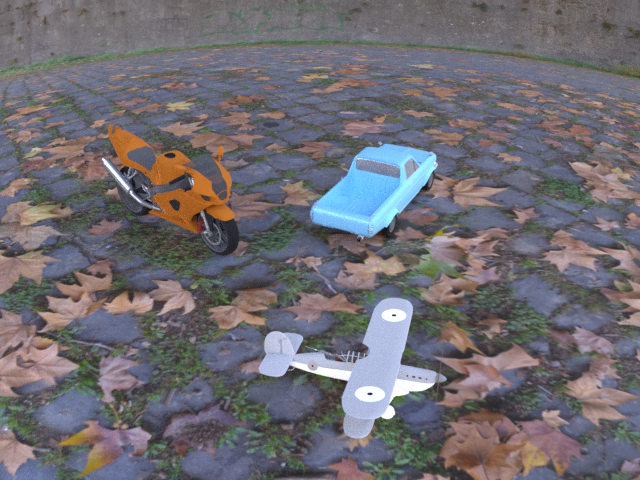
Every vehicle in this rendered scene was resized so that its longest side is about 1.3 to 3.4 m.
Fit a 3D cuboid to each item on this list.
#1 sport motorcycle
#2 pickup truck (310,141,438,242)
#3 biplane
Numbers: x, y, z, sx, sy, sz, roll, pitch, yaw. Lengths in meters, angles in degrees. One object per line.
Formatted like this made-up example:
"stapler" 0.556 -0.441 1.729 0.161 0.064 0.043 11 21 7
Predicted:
"sport motorcycle" -2.384 -0.832 11.234 2.955 1.596 0.983 24 38 34
"pickup truck" 1.016 -0.983 12.076 1.244 0.993 3.117 15 34 23
"biplane" 0.386 1.429 8.043 2.120 0.981 2.598 7 32 12
